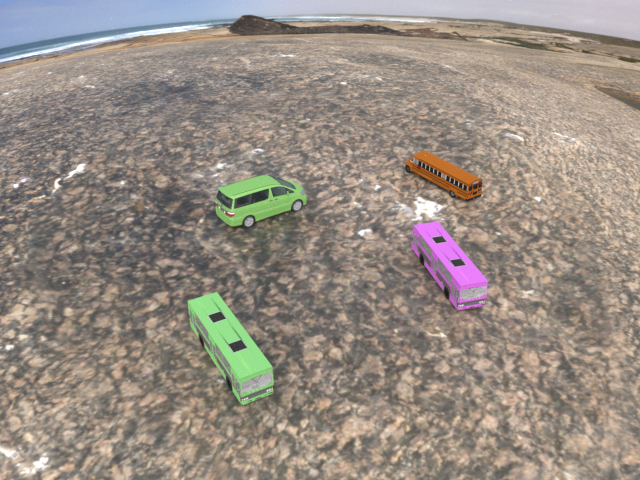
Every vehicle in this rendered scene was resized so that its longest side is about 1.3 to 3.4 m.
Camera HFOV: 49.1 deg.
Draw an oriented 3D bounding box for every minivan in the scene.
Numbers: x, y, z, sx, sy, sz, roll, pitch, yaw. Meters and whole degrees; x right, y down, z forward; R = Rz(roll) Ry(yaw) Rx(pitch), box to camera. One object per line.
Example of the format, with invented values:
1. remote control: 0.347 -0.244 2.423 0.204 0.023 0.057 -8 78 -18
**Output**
1. minivan: -0.955 -0.716 11.636 1.548 0.616 0.681 -20 37 -29

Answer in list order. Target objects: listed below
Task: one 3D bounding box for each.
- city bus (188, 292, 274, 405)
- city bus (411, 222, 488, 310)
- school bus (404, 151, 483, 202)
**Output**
1. city bus: -1.113 1.294 8.527 0.476 0.460 1.674 -16 35 -25
2. city bus: 1.823 0.354 10.050 0.476 0.460 1.674 -8 33 -13
3. school bus: 2.174 -1.188 12.573 0.365 0.434 1.708 -20 37 -29
